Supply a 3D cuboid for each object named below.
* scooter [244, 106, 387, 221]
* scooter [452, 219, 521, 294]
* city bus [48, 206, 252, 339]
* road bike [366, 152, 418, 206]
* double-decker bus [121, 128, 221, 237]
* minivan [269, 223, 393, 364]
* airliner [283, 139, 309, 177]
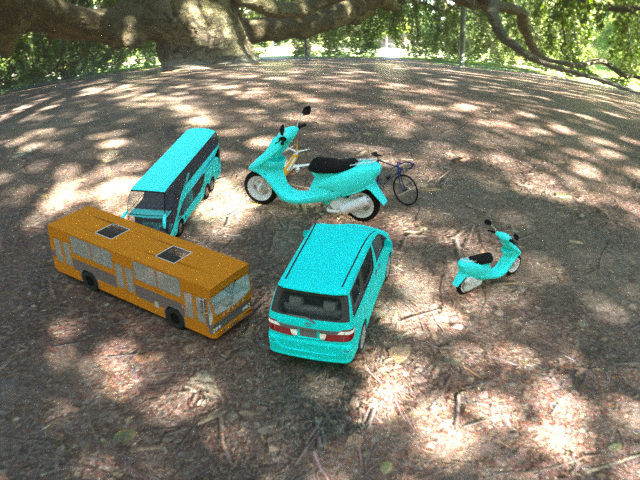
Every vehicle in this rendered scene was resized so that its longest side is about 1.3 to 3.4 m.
[{"bbox_3d":[-0.128,-1.290,12.297,2.721,1.786,1.288,10,30,18],"label":"scooter"},{"bbox_3d":[2.527,0.259,10.377,1.399,0.919,0.662,-18,34,-30],"label":"scooter"},{"bbox_3d":[-2.501,0.429,10.093,3.255,0.894,0.926,18,33,29],"label":"city bus"},{"bbox_3d":[1.236,-1.192,13.089,0.358,0.852,1.545,-25,38,-38],"label":"road bike"},{"bbox_3d":[-2.542,-0.975,12.487,0.756,1.052,3.251,4,29,8],"label":"double-decker bus"},{"bbox_3d":[0.244,0.454,9.734,1.324,1.197,3.011,7,30,13],"label":"minivan"},{"bbox_3d":[-0.595,-1.663,14.386,1.161,0.429,1.307,6,29,10],"label":"airliner"}]
